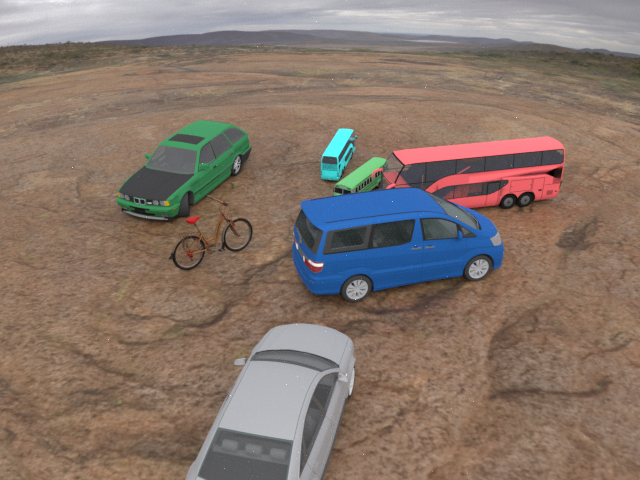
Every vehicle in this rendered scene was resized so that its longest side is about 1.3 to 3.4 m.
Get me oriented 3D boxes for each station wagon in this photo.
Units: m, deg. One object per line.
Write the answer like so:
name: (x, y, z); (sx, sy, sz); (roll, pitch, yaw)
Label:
station wagon: (-2.381, -1.365, 12.540); (1.327, 0.920, 3.105); (11, 31, 18)

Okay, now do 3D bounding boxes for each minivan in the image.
minivan: (1.145, -0.051, 9.903); (3.011, 1.197, 1.324); (-8, 30, -15)

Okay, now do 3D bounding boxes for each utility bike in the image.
utility bike: (-1.632, -0.139, 10.317); (1.435, 0.946, 0.535); (-22, 36, -33)

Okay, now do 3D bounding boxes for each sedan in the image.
sedan: (-0.405, 1.713, 7.007); (1.235, 0.940, 3.137); (7, 30, 12)

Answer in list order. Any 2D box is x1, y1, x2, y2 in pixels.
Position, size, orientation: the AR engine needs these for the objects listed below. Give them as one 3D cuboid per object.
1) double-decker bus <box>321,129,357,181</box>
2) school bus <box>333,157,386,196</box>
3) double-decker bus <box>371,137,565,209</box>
double-decker bus: (0.371, -1.674, 13.483); (0.389, 0.541, 1.672); (7, 30, 12)
school bus: (0.683, -0.974, 12.338); (0.365, 0.434, 1.708); (16, 33, 27)
double-decker bus: (2.524, -1.067, 11.872); (3.251, 1.052, 0.756); (-7, 30, -12)
